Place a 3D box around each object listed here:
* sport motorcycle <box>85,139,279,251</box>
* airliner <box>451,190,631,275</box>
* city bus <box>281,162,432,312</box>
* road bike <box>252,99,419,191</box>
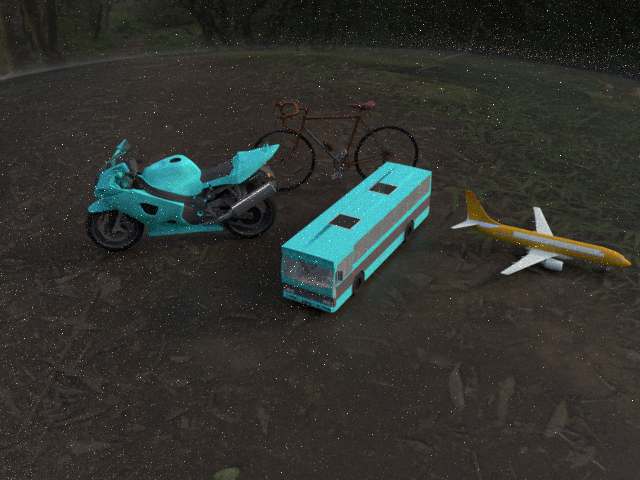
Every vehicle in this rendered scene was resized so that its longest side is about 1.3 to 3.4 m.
[{"bbox_3d":[-2.055,-0.660,10.548,2.955,1.596,0.983,-6,30,-11],"label":"sport motorcycle"},{"bbox_3d":[3.308,-0.129,10.384,2.541,0.835,2.257,14,32,23],"label":"airliner"},{"bbox_3d":[0.638,-0.123,10.313,0.926,0.894,3.255,16,33,26],"label":"city bus"},{"bbox_3d":[0.264,-1.654,12.239,3.004,1.656,0.696,-3,30,-5],"label":"road bike"}]
